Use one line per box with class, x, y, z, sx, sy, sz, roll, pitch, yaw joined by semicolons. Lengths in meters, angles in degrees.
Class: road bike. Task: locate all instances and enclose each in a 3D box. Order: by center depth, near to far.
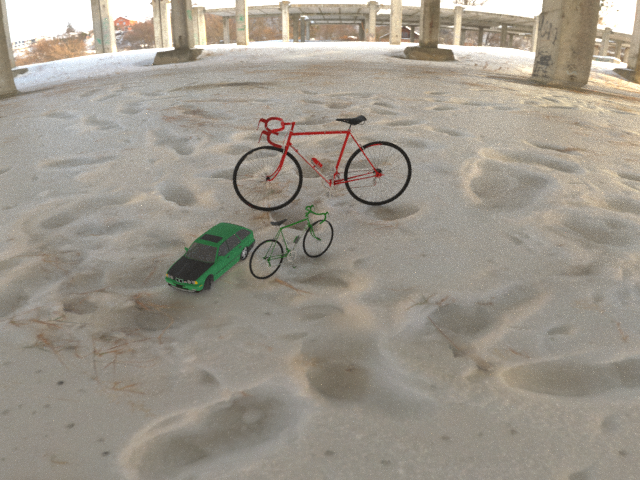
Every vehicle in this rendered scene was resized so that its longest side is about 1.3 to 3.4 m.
road bike;-0.381;0.013;9.917;1.545;0.852;0.358;-22;34;-36
road bike;0.057;-1.276;11.544;3.004;1.656;0.697;-3;27;-6

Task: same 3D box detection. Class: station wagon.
station wagon;-1.552;0.195;9.976;0.682;0.473;1.597;12;30;22
